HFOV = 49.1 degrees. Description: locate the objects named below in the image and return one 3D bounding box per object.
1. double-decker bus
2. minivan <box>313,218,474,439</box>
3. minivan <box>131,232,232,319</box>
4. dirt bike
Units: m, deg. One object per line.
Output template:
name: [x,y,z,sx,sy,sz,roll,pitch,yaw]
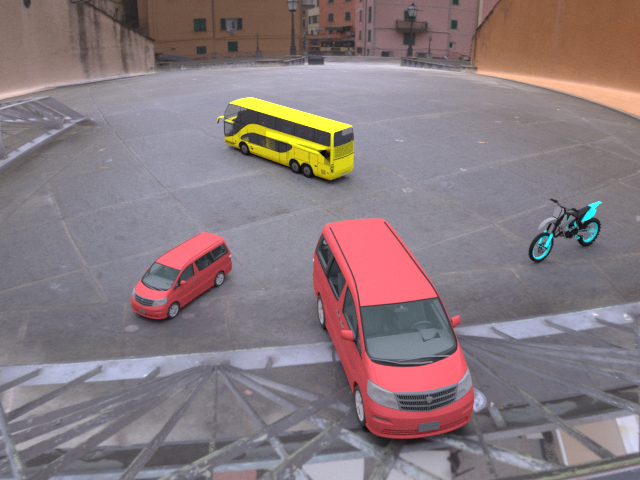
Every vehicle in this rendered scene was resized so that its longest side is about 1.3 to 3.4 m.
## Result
double-decker bus: [-0.719,-2.055,13.853,3.251,1.052,0.756,23,35,38]
minivan: [0.735,0.870,7.974,1.324,1.197,3.011,-6,28,-11]
minivan: [-1.856,0.464,9.406,0.681,0.616,1.548,16,31,28]
dirt bike: [3.683,-0.177,10.394,1.493,0.857,0.527,-15,31,-27]
